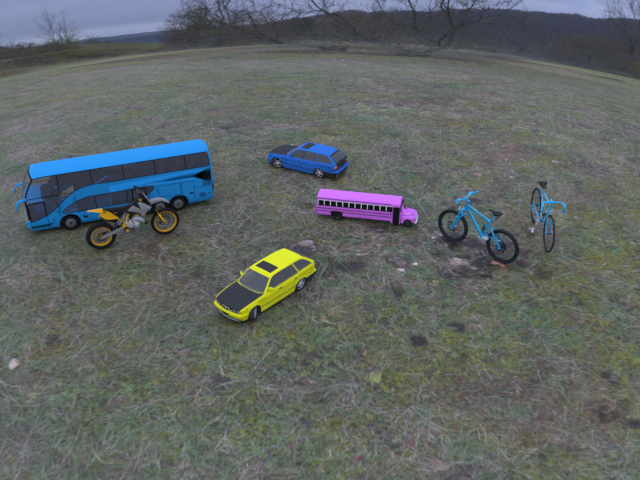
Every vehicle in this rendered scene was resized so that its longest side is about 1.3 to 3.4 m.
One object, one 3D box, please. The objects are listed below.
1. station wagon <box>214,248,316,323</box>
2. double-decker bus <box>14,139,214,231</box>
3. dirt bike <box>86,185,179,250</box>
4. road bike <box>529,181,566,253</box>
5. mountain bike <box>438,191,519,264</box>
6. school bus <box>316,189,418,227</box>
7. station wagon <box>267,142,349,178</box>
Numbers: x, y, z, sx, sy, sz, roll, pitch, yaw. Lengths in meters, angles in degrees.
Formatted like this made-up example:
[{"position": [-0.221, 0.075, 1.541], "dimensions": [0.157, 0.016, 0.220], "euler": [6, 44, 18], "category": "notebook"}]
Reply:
[{"position": [-0.766, 0.583, 9.873], "dimensions": [0.682, 0.473, 1.597], "euler": [23, 38, 34], "category": "station wagon"}, {"position": [-3.444, -0.931, 11.865], "dimensions": [3.251, 1.052, 0.756], "euler": [-12, 33, -19], "category": "double-decker bus"}, {"position": [-2.975, -0.355, 11.081], "dimensions": [1.493, 0.857, 0.527], "euler": [-14, 34, -23], "category": "dirt bike"}, {"position": [3.589, -0.448, 11.244], "dimensions": [0.358, 0.852, 1.545], "euler": [1, 31, 2], "category": "road bike"}, {"position": [2.443, -0.200, 10.809], "dimensions": [1.469, 0.868, 0.573], "euler": [27, 40, 37], "category": "mountain bike"}, {"position": [0.800, -0.552, 11.830], "dimensions": [1.708, 0.434, 0.365], "euler": [6, 31, 10], "category": "school bus"}, {"position": [-0.252, -1.621, 13.600], "dimensions": [1.597, 0.473, 0.682], "euler": [15, 34, 24], "category": "station wagon"}]
